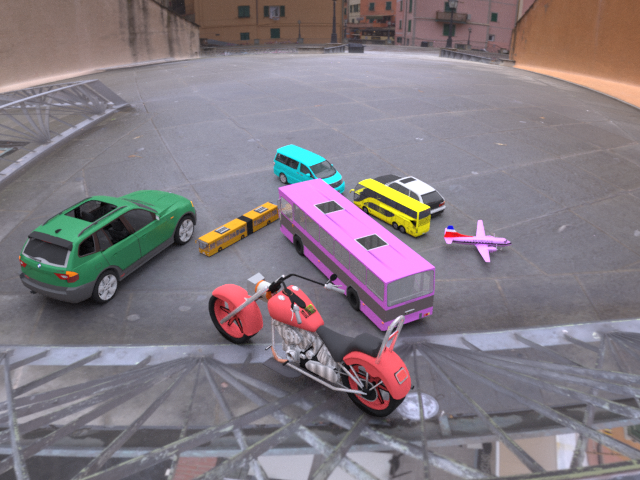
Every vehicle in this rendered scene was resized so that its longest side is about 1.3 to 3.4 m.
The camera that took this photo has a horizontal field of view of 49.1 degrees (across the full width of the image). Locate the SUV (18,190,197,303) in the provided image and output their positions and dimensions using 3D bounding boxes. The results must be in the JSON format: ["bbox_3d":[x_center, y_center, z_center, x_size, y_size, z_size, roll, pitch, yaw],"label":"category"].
[{"bbox_3d":[-3.169,-0.128,10.770,1.276,1.128,3.058,14,33,23],"label":"SUV"}]

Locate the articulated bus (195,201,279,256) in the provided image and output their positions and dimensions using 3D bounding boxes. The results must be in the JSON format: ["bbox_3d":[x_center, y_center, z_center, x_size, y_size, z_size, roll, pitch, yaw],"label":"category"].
[{"bbox_3d":[-1.333,-0.206,11.752,0.311,0.289,1.749,22,36,33],"label":"articulated bus"}]

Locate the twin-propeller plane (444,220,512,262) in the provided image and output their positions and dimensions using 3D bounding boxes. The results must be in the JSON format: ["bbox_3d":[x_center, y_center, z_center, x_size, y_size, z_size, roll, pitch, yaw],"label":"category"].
[{"bbox_3d":[2.557,-0.032,11.328,1.095,0.407,1.370,3,30,5],"label":"twin-propeller plane"}]

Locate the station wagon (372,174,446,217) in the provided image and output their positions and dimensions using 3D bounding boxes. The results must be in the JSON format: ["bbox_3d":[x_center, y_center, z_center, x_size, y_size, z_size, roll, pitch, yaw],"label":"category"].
[{"bbox_3d":[1.563,-0.889,12.759,0.682,0.473,1.597,-19,35,-29],"label":"station wagon"}]

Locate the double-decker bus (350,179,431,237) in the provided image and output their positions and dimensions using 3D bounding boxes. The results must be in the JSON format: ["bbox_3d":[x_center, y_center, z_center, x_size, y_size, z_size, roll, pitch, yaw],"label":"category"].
[{"bbox_3d":[1.210,-0.589,12.167,0.389,0.541,1.672,-22,36,-33],"label":"double-decker bus"}]

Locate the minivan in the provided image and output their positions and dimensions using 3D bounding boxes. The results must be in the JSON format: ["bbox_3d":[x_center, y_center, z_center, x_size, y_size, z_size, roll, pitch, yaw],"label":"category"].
[{"bbox_3d":[-0.208,-1.306,13.344,0.681,0.616,1.548,-25,38,-37],"label":"minivan"}]

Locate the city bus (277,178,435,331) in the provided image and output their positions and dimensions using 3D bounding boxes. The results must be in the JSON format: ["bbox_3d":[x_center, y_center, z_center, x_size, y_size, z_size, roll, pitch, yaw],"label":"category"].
[{"bbox_3d":[0.427,0.141,10.535,0.926,0.894,3.255,-15,33,-24],"label":"city bus"}]

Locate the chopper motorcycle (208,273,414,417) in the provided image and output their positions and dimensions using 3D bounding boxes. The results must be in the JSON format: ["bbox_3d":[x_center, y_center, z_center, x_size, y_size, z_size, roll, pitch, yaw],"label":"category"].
[{"bbox_3d":[-0.233,1.024,8.403,3.040,1.480,0.906,22,36,33],"label":"chopper motorcycle"}]
